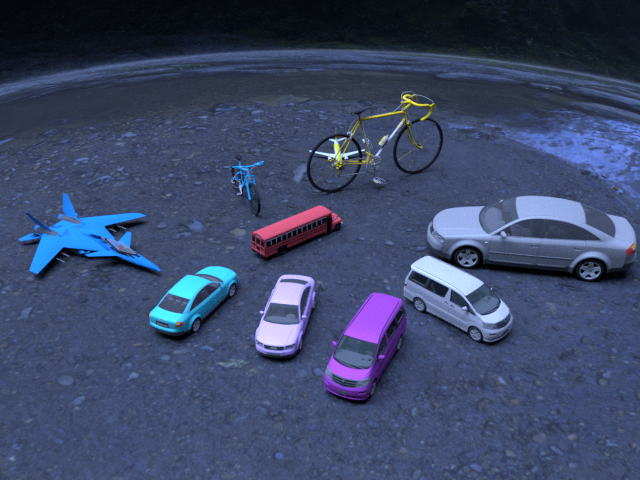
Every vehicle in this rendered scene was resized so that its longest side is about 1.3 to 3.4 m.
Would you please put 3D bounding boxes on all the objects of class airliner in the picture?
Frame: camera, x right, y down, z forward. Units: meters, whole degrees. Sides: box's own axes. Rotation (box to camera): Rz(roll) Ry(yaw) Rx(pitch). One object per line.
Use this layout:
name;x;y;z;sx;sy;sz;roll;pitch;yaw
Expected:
airliner;0.368;-1.882;14.448;1.161;0.429;1.307;-2;30;-3

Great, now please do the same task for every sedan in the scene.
sedan;-1.729;0.759;9.774;0.635;0.483;1.613;13;32;22
sedan;-0.449;0.956;9.429;0.635;0.483;1.613;5;30;9
sedan;3.262;-0.143;10.891;3.137;0.940;1.235;6;30;10

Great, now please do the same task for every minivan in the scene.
minivan;1.895;0.791;9.584;0.681;0.616;1.548;-26;39;-37
minivan;0.584;1.295;8.701;0.681;0.616;1.548;13;32;22

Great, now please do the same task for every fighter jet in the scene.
fighter jet;-3.506;-0.045;11.105;2.640;0.557;2.229;18;34;29

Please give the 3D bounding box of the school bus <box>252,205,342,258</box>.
school bus;-0.339;-0.171;11.450;1.708;0.434;0.365;-24;37;-35

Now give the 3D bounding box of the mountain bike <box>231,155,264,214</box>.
mountain bike;-1.352;-1.063;12.574;0.573;0.868;1.469;-13;32;-21

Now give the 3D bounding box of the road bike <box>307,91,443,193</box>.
road bike;1.094;-1.831;13.124;3.004;1.656;0.697;-14;33;-23
